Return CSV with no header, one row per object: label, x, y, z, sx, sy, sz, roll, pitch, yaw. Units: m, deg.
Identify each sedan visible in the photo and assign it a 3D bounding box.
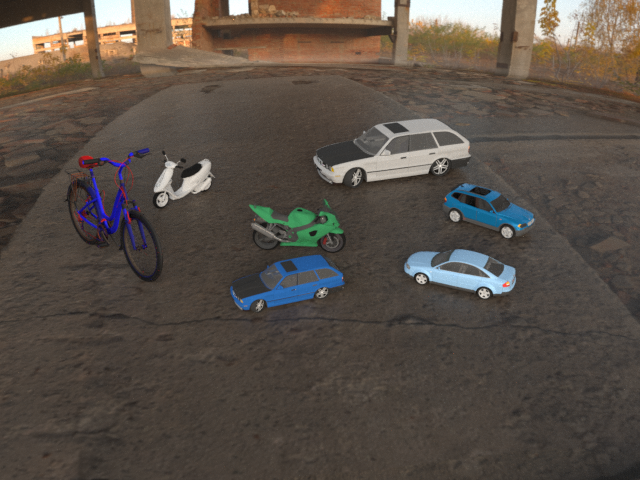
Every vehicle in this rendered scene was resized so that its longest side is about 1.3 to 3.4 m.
sedan,2.027,0.417,10.189,1.613,0.483,0.635,12,30,22

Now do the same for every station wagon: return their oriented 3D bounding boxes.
station wagon,-0.470,0.576,9.900,1.597,0.473,0.682,-11,30,-19
station wagon,1.418,-1.795,13.916,3.105,0.920,1.327,-9,29,-17

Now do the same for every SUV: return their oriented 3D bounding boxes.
SUV,2.860,-0.531,11.882,1.572,0.580,0.656,21,34,34

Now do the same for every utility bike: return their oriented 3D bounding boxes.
utility bike,-3.133,-0.561,10.591,1.039,1.839,2.791,-25,37,-39

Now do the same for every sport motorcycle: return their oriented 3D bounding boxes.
sport motorcycle,-0.346,-0.192,10.983,1.520,0.821,0.506,3,28,5

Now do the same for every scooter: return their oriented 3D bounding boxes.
scooter,-2.490,-1.165,12.722,0.662,0.919,1.399,23,35,36
